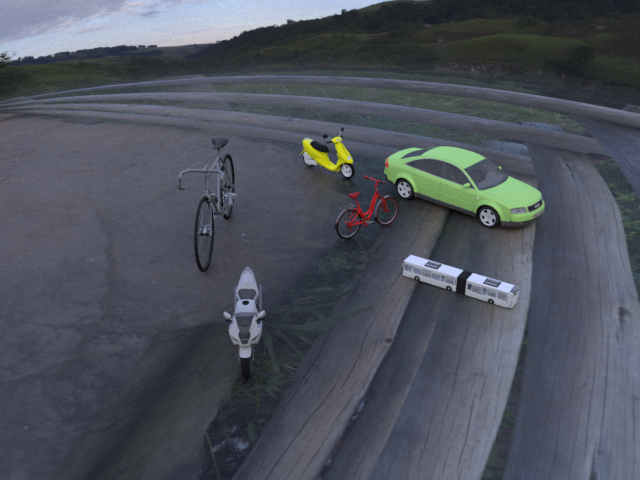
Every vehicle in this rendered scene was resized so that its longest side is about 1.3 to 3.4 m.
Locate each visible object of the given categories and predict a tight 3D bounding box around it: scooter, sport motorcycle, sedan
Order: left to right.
[{"bbox_3d":[-0.928,1.035,8.896,0.506,0.821,1.520,-2,27,-3],"label":"sport motorcycle"},{"bbox_3d":[0.151,-1.816,14.284,1.399,0.919,0.662,21,34,34],"label":"scooter"},{"bbox_3d":[2.616,-1.106,12.894,3.137,0.940,1.235,23,35,37],"label":"sedan"}]

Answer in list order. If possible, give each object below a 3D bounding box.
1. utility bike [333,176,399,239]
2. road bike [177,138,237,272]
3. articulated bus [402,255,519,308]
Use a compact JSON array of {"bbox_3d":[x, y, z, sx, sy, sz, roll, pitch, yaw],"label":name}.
[{"bbox_3d":[0.768,-0.578,11.869,1.435,0.946,0.535,-18,33,-31],"label":"utility bike"},{"bbox_3d":[-1.696,-0.729,11.390,0.697,1.656,3.004,2,27,4],"label":"road bike"},{"bbox_3d":[2.036,0.598,10.316,1.749,0.289,0.311,17,32,29],"label":"articulated bus"}]
